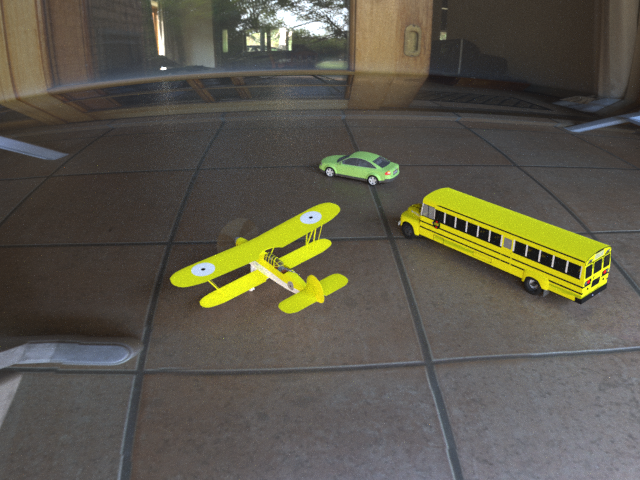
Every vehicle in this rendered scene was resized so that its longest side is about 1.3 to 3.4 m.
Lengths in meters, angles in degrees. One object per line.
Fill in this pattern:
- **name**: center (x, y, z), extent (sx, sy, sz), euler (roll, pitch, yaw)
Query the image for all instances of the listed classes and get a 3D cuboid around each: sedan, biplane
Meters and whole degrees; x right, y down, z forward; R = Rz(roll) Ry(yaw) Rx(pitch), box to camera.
- **sedan**: center (0.743, -1.451, 13.577), extent (1.613, 0.483, 0.635), euler (14, 29, 26)
- **biplane**: center (-0.615, 0.391, 9.254), extent (2.598, 0.981, 2.120), euler (-18, 32, -33)

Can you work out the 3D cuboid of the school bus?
- **school bus**: center (2.540, -0.034, 10.277), extent (0.709, 0.844, 3.322), euler (-21, 33, -36)
